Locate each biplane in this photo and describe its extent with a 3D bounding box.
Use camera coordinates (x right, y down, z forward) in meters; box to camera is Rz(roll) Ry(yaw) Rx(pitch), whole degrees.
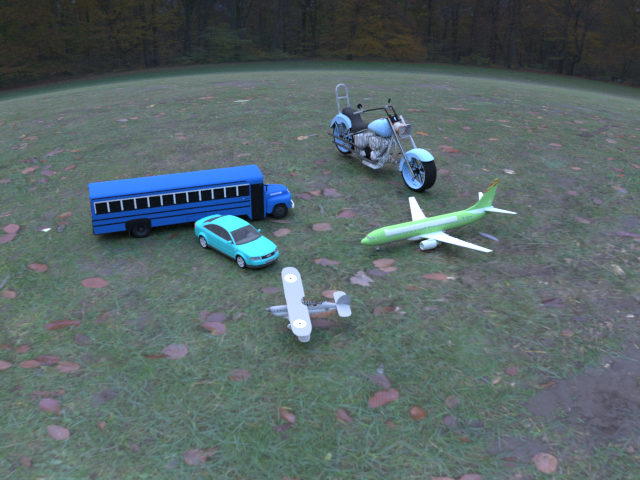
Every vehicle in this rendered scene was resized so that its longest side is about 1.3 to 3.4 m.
[{"bbox_3d":[-0.144,0.866,8.854,1.090,0.504,1.336,-4,27,-8],"label":"biplane"}]

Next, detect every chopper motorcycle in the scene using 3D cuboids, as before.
[{"bbox_3d":[1.173,-2.026,13.614,0.906,1.480,3.040,-16,31,-30],"label":"chopper motorcycle"}]

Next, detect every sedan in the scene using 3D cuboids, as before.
[{"bbox_3d":[-1.290,-0.040,10.714,0.635,0.483,1.613,-23,35,-39],"label":"sedan"}]

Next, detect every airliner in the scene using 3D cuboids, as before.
[{"bbox_3d":[1.784,-0.400,11.046,2.541,0.835,2.257,-11,28,-21],"label":"airliner"}]

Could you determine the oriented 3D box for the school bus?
[{"bbox_3d":[-2.077,-0.675,11.594,3.322,0.844,0.709,-8,27,-17],"label":"school bus"}]
